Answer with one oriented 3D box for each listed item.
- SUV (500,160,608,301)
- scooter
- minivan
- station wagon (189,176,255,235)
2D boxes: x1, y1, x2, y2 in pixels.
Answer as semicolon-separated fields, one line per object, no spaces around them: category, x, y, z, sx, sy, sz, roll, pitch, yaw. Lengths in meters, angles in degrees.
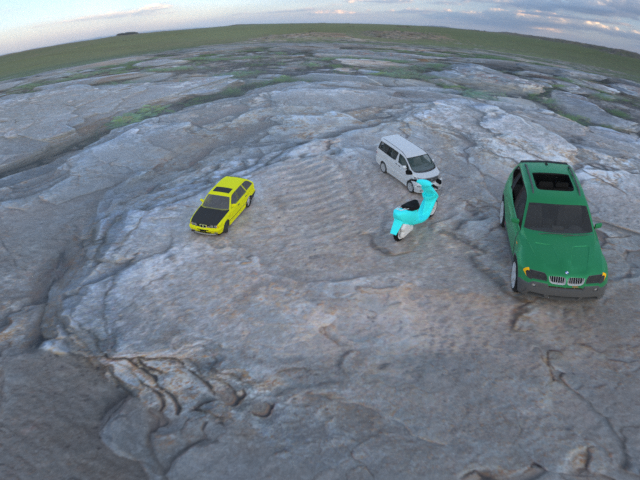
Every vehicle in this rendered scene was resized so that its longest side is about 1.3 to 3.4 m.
SUV;3.470;-0.242;10.547;1.276;1.128;3.058;4;31;6
scooter;1.564;-0.584;11.325;0.662;0.919;1.399;21;37;31
minivan;1.656;-1.423;13.026;0.681;0.616;1.548;-15;34;-23
station wagon;-1.644;-0.627;11.830;0.682;0.473;1.597;9;32;15
